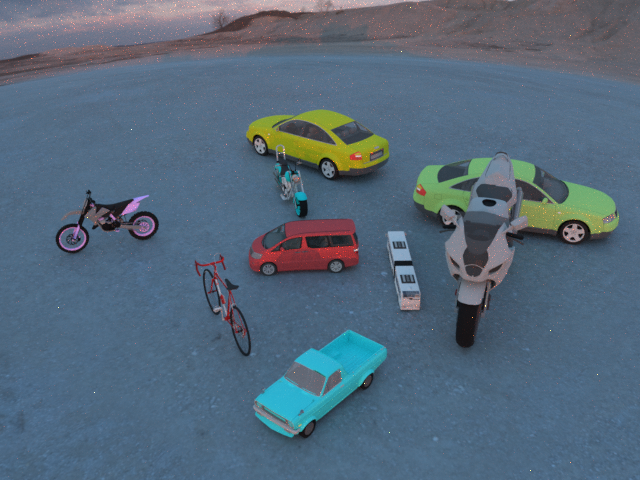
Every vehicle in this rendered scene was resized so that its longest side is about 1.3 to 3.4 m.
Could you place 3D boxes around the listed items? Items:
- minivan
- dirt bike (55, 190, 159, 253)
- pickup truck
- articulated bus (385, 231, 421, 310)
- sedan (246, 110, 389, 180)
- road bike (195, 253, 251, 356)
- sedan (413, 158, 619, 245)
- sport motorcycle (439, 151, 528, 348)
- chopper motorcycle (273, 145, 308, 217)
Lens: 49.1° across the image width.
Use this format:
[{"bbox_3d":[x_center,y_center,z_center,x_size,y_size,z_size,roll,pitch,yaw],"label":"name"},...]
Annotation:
[{"bbox_3d":[-0.232,0.076,9.835,1.548,0.616,0.681,-2,28,-4],"label":"minivan"},{"bbox_3d":[-3.124,-0.286,10.259,1.493,0.857,0.527,-12,30,-22],"label":"dirt bike"},{"bbox_3d":[0.036,1.437,7.384,0.640,0.511,1.603,22,35,35],"label":"pickup truck"},{"bbox_3d":[1.132,0.383,9.606,0.311,0.289,1.749,0,28,-1],"label":"articulated bus"},{"bbox_3d":[-0.116,-1.980,13.362,3.137,0.940,1.235,23,36,36],"label":"sedan"},{"bbox_3d":[-1.137,0.735,8.342,0.358,0.852,1.545,-14,31,-24],"label":"road bike"},{"bbox_3d":[3.050,-0.716,10.981,3.137,0.940,1.235,8,29,15],"label":"sedan"},{"bbox_3d":[2.085,0.035,8.866,0.983,1.596,2.955,9,29,16],"label":"sport motorcycle"},{"bbox_3d":[-0.487,-0.998,11.702,0.466,0.761,1.563,-8,29,-15],"label":"chopper motorcycle"}]
